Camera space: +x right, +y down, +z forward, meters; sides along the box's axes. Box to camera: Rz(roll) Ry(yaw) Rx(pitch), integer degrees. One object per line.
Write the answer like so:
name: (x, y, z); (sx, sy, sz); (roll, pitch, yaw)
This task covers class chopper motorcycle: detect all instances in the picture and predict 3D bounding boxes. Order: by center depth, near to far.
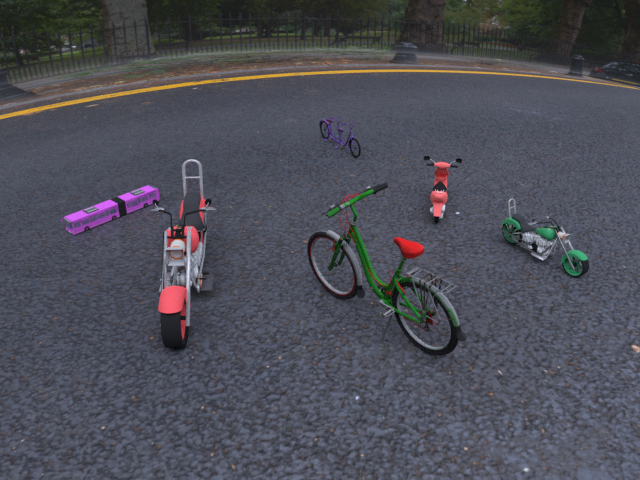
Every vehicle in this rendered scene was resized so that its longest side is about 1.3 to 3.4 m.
chopper motorcycle: (-1.878, 0.103, 9.669); (0.906, 1.480, 3.040); (-1, 30, -2)
chopper motorcycle: (3.414, -0.040, 10.653); (0.466, 0.761, 1.563); (-20, 35, -32)

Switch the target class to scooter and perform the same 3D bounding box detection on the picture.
scooter: (2.076, -0.940, 12.083); (0.662, 0.919, 1.399); (6, 30, 10)

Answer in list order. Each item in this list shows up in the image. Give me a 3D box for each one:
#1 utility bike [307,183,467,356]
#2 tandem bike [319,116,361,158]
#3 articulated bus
utility bike: (0.691, 0.364, 8.843); (1.039, 1.839, 2.791); (-24, 37, -36)
tandem bike: (0.403, -2.258, 14.654); (0.283, 0.682, 1.642); (-16, 33, -26)
articulated bus: (-3.544, -0.535, 12.008); (0.311, 0.289, 1.749); (24, 37, 36)
